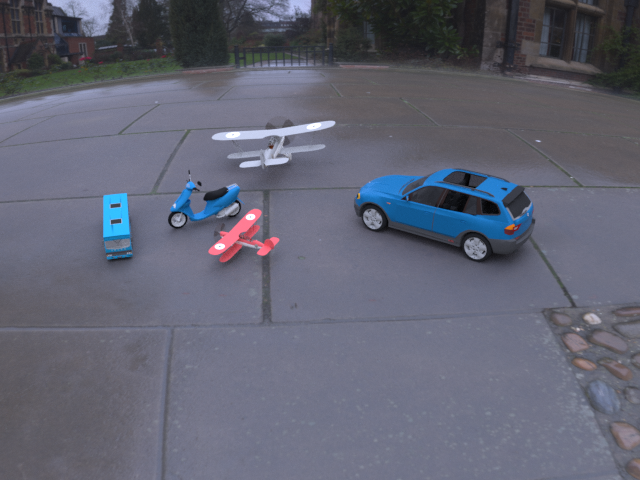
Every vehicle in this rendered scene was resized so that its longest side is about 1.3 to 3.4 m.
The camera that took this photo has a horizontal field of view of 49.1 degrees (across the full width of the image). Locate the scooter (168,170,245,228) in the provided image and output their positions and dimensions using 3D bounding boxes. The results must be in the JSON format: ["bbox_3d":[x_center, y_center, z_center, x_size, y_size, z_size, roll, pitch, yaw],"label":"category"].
[{"bbox_3d":[-2.003,-0.729,12.245,1.399,0.919,0.662,-13,31,-23],"label":"scooter"}]

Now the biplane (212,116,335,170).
[{"bbox_3d":[-1.018,-1.874,14.334,2.598,0.981,2.120,3,28,6],"label":"biplane"}]

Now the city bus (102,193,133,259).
[{"bbox_3d":[-3.415,-0.239,11.813,0.476,0.460,1.674,-7,29,-13],"label":"city bus"}]

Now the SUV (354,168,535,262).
[{"bbox_3d":[2.060,-0.614,11.806,3.058,1.128,1.276,18,33,30],"label":"SUV"}]

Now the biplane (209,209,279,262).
[{"bbox_3d":[-1.211,0.022,11.274,1.090,0.504,1.336,14,31,25],"label":"biplane"}]
